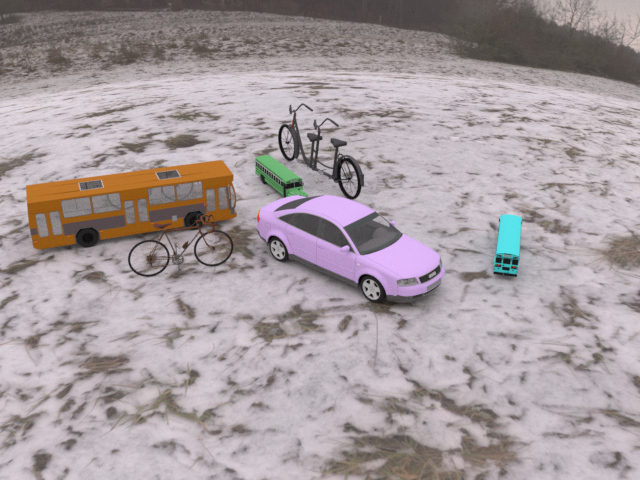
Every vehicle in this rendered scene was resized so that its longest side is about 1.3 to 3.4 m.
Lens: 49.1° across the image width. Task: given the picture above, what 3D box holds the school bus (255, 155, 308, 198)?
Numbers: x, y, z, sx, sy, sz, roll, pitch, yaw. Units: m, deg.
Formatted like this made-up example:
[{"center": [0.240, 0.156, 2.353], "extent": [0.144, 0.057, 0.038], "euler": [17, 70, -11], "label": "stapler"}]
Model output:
[{"center": [-0.730, -1.133, 13.155], "extent": [0.365, 0.434, 1.708], "euler": [-13, 29, -25], "label": "school bus"}]

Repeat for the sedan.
[{"center": [0.394, -0.023, 10.355], "extent": [3.137, 0.940, 1.235], "euler": [22, 34, 37], "label": "sedan"}]

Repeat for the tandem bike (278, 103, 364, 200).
[{"center": [-0.057, -1.796, 13.488], "extent": [0.550, 1.326, 3.192], "euler": [-15, 30, -27], "label": "tandem bike"}]

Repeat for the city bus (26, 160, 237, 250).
[{"center": [-3.052, -0.575, 11.516], "extent": [3.255, 0.894, 0.926], "euler": [-10, 28, -19], "label": "city bus"}]

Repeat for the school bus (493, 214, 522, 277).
[{"center": [2.910, 0.031, 10.812], "extent": [0.365, 0.434, 1.708], "euler": [7, 27, 14], "label": "school bus"}]

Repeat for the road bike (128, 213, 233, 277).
[{"center": [-2.031, 0.083, 10.239], "extent": [1.545, 0.852, 0.358], "euler": [-9, 28, -17], "label": "road bike"}]
